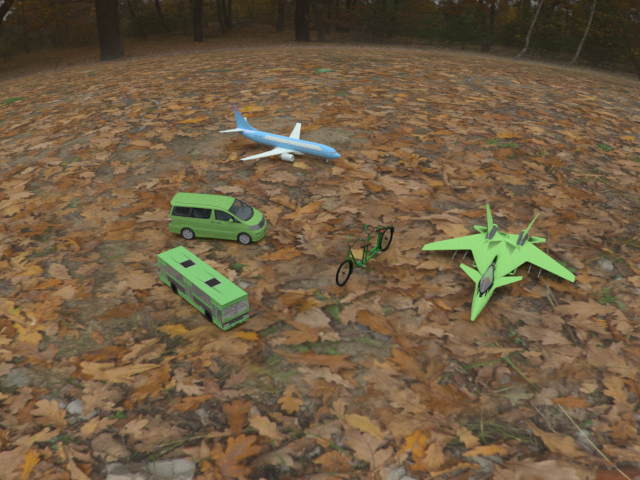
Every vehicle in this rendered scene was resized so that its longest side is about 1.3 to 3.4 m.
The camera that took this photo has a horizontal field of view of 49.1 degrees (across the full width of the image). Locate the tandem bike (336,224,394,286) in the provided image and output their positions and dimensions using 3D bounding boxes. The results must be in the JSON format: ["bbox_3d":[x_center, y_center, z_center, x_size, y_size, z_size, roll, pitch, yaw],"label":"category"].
[{"bbox_3d":[0.694,0.101,10.367,0.283,0.682,1.642,19,35,30],"label":"tandem bike"}]

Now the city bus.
[{"bbox_3d":[-1.628,0.651,9.629,0.476,0.460,1.674,-23,37,-35],"label":"city bus"}]

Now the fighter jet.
[{"bbox_3d":[2.524,0.307,10.131,2.229,0.557,2.640,12,32,20],"label":"fighter jet"}]

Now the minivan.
[{"bbox_3d":[-1.637,-0.370,11.256,1.548,0.616,0.681,5,30,8],"label":"minivan"}]

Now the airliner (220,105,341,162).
[{"bbox_3d":[-0.722,-2.132,14.116,2.541,0.835,2.257,15,33,24],"label":"airliner"}]
